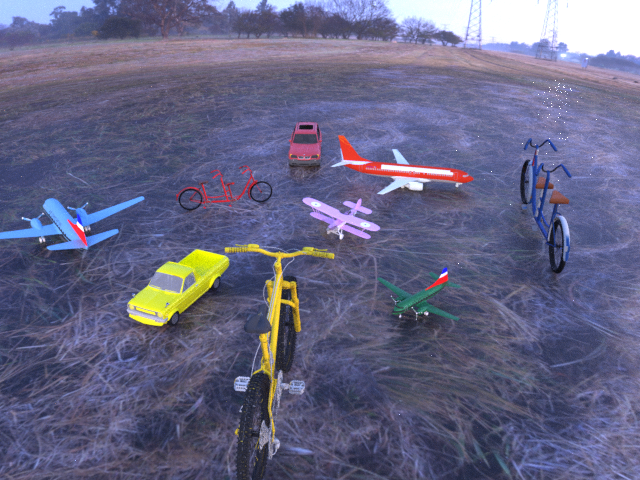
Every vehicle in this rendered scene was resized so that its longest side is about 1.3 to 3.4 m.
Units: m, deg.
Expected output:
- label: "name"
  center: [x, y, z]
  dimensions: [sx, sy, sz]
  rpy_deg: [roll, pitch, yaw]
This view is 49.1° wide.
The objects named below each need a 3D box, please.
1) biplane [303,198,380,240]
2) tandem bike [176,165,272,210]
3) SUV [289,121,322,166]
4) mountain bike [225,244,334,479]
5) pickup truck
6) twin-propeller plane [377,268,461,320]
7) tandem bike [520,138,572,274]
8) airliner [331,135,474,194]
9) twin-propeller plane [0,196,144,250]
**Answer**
- label: "biplane"
  center: [0.402, -0.339, 11.005]
  dimensions: [1.336, 0.504, 1.090]
  rpy_deg: [15, 31, 27]
- label: "tandem bike"
  center: [-1.615, -0.879, 11.858]
  dimensions: [1.642, 0.682, 0.283]
  rpy_deg: [-7, 28, -14]
- label: "SUV"
  center: [-0.284, -1.940, 14.028]
  dimensions: [0.656, 0.580, 1.572]
  rpy_deg: [1, 27, 1]
- label: "mountain bike"
  center: [-0.471, 1.081, 6.958]
  dimensions: [1.114, 1.688, 2.857]
  rpy_deg: [3, 27, 6]
- label: "pickup truck"
  center: [-1.843, 0.559, 9.255]
  dimensions: [0.640, 0.511, 1.603]
  rpy_deg: [12, 30, 22]
- label: "twin-propeller plane"
  center: [1.319, 0.693, 9.108]
  dimensions: [1.095, 0.407, 1.370]
  rpy_deg: [-22, 35, -36]
- label: "tandem bike"
  center: [3.440, -0.675, 10.760]
  dimensions: [0.550, 1.326, 3.192]
  rpy_deg: [2, 27, 4]
- label: "airliner"
  center: [1.533, -1.427, 12.755]
  dimensions: [2.541, 0.835, 2.257]
  rpy_deg: [5, 28, 10]
- label: "twin-propeller plane"
  center: [-3.893, -0.337, 10.687]
  dimensions: [2.663, 0.792, 2.129]
  rpy_deg: [-17, 32, -30]
